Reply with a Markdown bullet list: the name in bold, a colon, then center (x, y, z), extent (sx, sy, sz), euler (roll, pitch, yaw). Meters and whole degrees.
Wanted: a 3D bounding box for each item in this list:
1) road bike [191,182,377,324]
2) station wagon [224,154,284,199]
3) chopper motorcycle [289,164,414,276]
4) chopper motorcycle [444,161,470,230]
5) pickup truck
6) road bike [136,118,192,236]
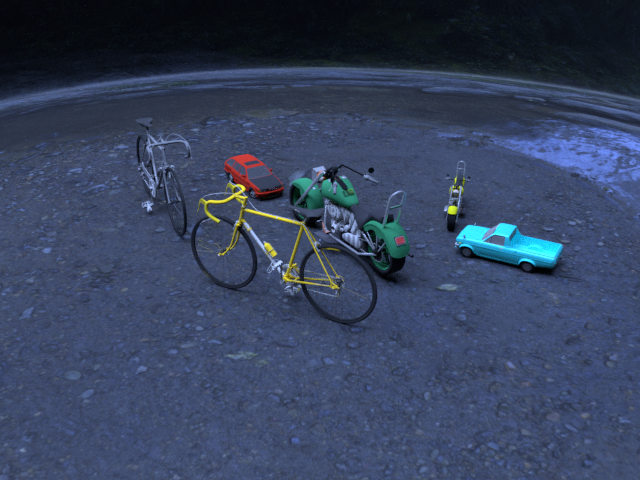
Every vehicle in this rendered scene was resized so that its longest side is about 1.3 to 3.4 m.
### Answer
- **road bike**: center (-0.578, 0.162, 9.505), extent (3.004, 1.656, 0.697), euler (14, 30, 26)
- **station wagon**: center (-1.294, -1.269, 13.599), extent (0.682, 0.473, 1.597), euler (-16, 31, -28)
- **chopper motorcycle**: center (0.374, -0.544, 11.077), extent (0.906, 1.480, 3.040), euler (-16, 31, -29)
- **chopper motorcycle**: center (2.407, -0.797, 12.361), extent (0.466, 0.761, 1.563), euler (7, 28, 14)
- **pickup truck**: center (2.948, 0.065, 10.951), extent (1.603, 0.511, 0.640), euler (15, 30, 26)
- **road bike**: center (-2.827, -1.226, 12.217), extent (0.697, 1.656, 3.004), euler (-13, 30, -24)
